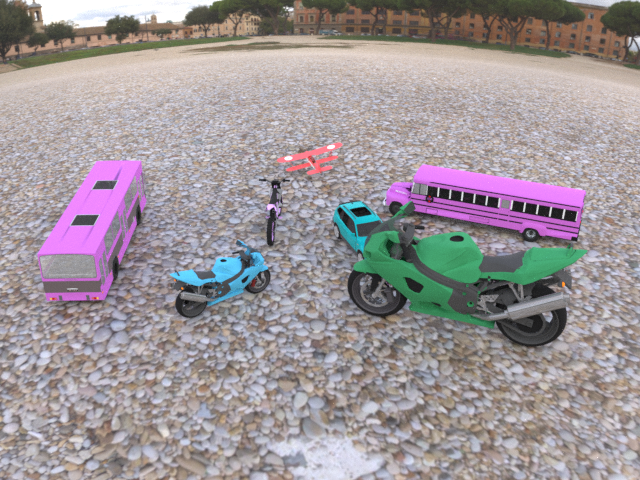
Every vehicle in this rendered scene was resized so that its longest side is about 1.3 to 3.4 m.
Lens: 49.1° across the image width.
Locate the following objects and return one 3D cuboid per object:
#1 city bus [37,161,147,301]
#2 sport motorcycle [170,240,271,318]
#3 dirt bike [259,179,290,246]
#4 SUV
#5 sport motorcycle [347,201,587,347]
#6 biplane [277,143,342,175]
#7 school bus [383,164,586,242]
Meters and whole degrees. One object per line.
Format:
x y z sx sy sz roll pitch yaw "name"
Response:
-3.477 -0.213 11.079 0.926 0.894 3.255 -1 30 -1 "city bus"
-1.358 0.558 9.791 1.520 0.821 0.506 -19 35 -30 "sport motorcycle"
-0.769 -0.561 11.731 0.527 0.857 1.493 2 30 4 "dirt bike"
0.725 -0.131 11.252 0.656 0.580 1.572 -11 31 -19 "SUV"
1.786 0.507 9.094 2.955 1.596 0.983 9 31 16 "sport motorcycle"
-0.153 -1.532 13.803 1.336 0.504 1.090 -9 31 -15 "biplane"
2.727 -0.662 11.923 3.322 0.844 0.709 12 32 20 "school bus"
